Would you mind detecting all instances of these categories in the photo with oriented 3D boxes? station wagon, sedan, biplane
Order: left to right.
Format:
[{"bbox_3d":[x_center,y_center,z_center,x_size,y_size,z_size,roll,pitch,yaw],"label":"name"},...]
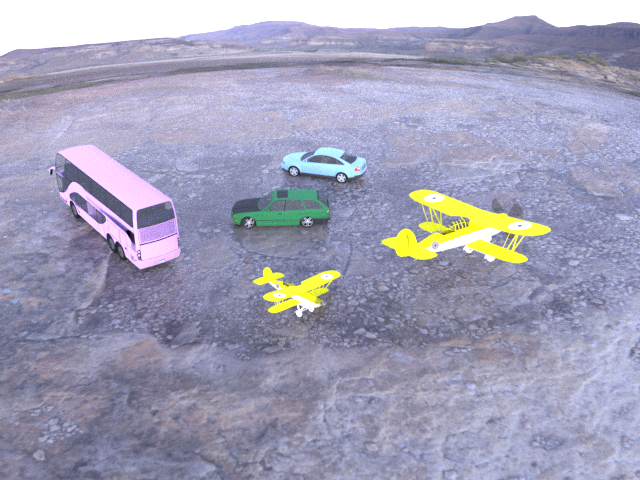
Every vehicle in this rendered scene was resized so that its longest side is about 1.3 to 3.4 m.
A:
[{"bbox_3d":[-0.634,-0.530,11.239,1.597,0.473,0.682,-1,28,-3],"label":"station wagon"},{"bbox_3d":[-0.330,0.645,8.986,1.090,0.504,1.336,22,35,36],"label":"biplane"},{"bbox_3d":[0.059,-1.441,12.952,1.613,0.483,0.635,9,29,17],"label":"sedan"},{"bbox_3d":[1.892,-0.092,9.868,2.120,0.981,2.598,-16,32,-27],"label":"biplane"}]

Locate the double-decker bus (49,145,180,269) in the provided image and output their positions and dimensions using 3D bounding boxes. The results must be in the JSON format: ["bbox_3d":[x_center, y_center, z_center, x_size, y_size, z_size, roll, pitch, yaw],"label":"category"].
[{"bbox_3d":[-3.216,-0.610,10.773,0.756,1.052,3.251,-20,34,-33],"label":"double-decker bus"}]
